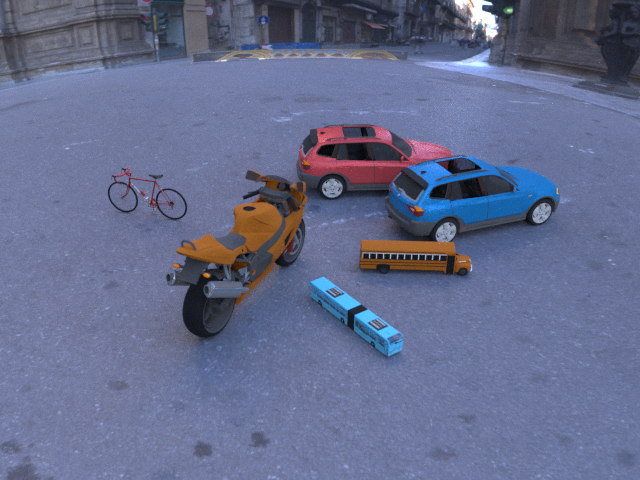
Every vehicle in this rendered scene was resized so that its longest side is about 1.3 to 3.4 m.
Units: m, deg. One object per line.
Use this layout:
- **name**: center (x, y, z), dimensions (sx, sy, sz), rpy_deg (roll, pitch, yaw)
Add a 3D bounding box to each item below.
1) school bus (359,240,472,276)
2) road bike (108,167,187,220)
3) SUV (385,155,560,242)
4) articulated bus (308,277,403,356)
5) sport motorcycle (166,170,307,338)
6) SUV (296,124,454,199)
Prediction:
- **school bus**: center (1.460, 0.259, 10.672), dimensions (1.708, 0.434, 0.365), rpy_deg (1, 29, 3)
- **road bike**: center (-3.019, -0.799, 12.146), dimensions (1.545, 0.852, 0.358), rpy_deg (9, 30, 15)
- **SUV**: center (2.628, -0.825, 11.908), dimensions (3.058, 1.128, 1.276), rpy_deg (-11, 31, -19)
- **articulated bus**: center (0.452, 1.005, 9.480), dimensions (0.311, 0.289, 1.749), rpy_deg (-19, 34, -31)
- **sport motorcycle**: center (-0.986, 0.114, 9.738), dimensions (0.983, 1.596, 2.955), rpy_deg (15, 32, 24)
- **SUV**: center (1.078, -1.537, 13.189), dimensions (3.058, 1.128, 1.276), rpy_deg (-2, 29, -3)
